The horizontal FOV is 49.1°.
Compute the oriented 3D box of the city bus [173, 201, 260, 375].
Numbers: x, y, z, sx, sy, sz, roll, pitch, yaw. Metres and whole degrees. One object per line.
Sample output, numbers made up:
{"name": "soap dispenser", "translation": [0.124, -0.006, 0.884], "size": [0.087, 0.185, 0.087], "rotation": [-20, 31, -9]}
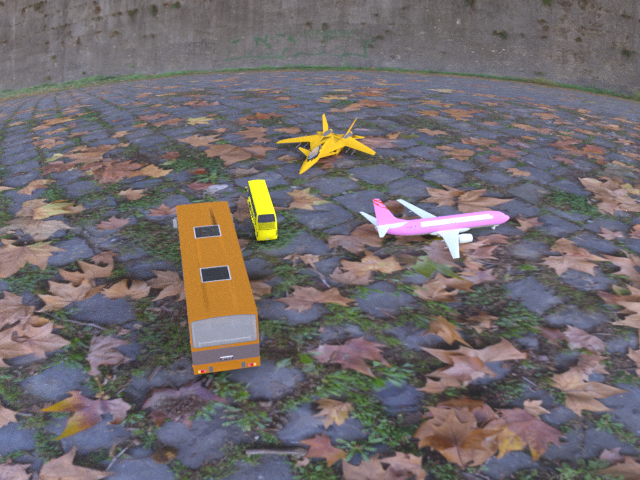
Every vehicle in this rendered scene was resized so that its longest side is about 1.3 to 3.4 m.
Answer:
{"name": "city bus", "translation": [-1.446, 0.542, 9.499], "size": [0.926, 0.894, 3.255], "rotation": [-6, 28, -11]}

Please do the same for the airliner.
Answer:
{"name": "airliner", "translation": [1.998, -0.425, 11.452], "size": [2.541, 0.835, 2.257], "rotation": [-8, 28, -15]}

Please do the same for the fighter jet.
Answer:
{"name": "fighter jet", "translation": [0.041, -2.026, 14.884], "size": [2.229, 0.557, 2.640], "rotation": [9, 29, 17]}

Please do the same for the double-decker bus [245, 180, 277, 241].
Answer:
{"name": "double-decker bus", "translation": [-1.013, -0.548, 12.016], "size": [0.389, 0.541, 1.672], "rotation": [-5, 28, -10]}
